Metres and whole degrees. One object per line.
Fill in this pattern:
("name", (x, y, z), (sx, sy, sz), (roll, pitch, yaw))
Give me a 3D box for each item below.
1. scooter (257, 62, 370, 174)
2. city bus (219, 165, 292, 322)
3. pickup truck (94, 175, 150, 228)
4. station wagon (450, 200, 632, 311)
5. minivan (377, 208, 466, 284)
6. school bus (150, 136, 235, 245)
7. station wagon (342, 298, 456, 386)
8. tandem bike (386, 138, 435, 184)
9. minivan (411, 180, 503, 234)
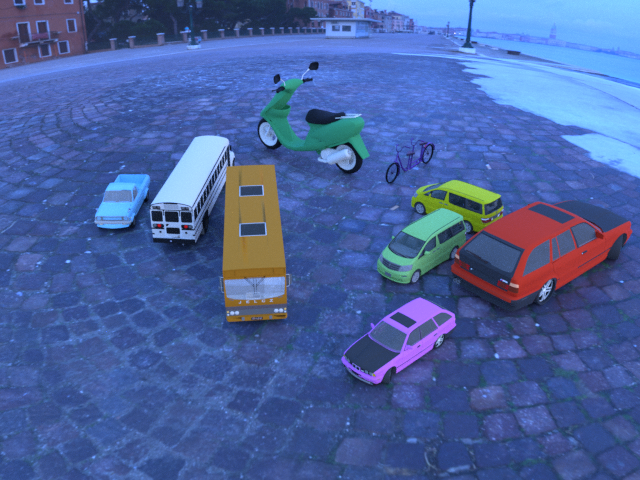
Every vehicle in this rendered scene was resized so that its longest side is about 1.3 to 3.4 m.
("scooter", (-0.200, -2.341, 13.367), (2.721, 1.786, 1.288), (21, 36, 33))
("city bus", (-0.971, -0.048, 10.221), (0.926, 0.894, 3.255), (-3, 30, -5))
("pickup truck", (-3.309, -0.720, 11.798), (0.640, 0.511, 1.603), (0, 30, 0))
("station wagon", (3.315, -0.011, 10.129), (3.105, 0.920, 1.327), (-22, 36, -34))
("minivan", (1.504, 0.076, 10.285), (0.681, 0.616, 1.548), (26, 39, 38))
("school bus", (-2.069, -0.983, 11.924), (0.709, 0.844, 3.322), (2, 30, 4))
("station wagon", (0.971, 1.170, 8.496), (1.597, 0.473, 0.682), (-25, 38, -37))
("tandem bike", (1.719, -1.576, 13.137), (0.283, 0.682, 1.642), (22, 36, 34))
("minivan", (2.234, -0.627, 11.527), (1.548, 0.616, 0.681), (26, 39, 38))
